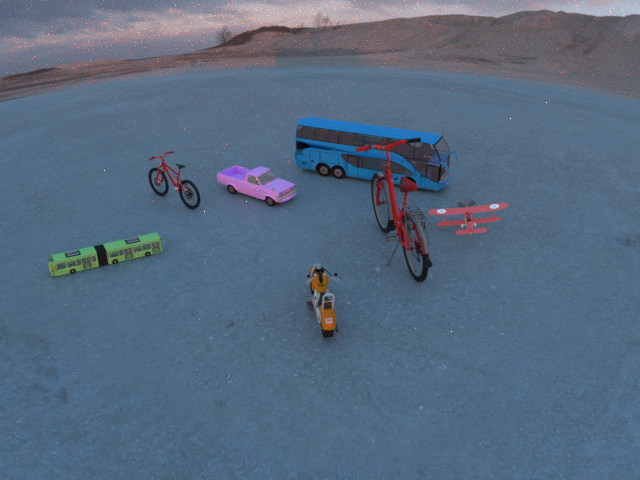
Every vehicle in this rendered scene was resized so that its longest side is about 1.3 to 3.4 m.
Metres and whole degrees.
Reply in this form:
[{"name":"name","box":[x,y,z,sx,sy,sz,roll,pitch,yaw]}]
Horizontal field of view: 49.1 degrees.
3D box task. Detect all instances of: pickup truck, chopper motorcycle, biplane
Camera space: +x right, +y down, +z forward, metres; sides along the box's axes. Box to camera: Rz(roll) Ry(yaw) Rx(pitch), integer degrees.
[{"name":"pickup truck","box":[-1.219,-1.117,13.389,1.603,0.511,0.640,19,33,32]},{"name":"chopper motorcycle","box":[0.016,0.696,9.632,0.466,0.761,1.563,-4,28,-7]},{"name":"biplane","box":[2.508,-0.333,11.887,1.336,0.504,1.090,3,28,5]}]

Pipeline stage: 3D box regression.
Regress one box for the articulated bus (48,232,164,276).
[{"name":"articulated bus","box":[-3.361,0.221,11.058,1.749,0.289,0.311,-14,31,-25]}]

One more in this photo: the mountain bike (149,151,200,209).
[{"name":"mountain bike","box":[-2.727,-1.107,12.981,1.469,0.868,0.573,22,35,36]}]

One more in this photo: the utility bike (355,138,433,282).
[{"name":"utility bike","box":[1.134,-0.571,10.900,1.039,1.839,2.791,-6,28,-11]}]

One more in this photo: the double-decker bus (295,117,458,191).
[{"name":"double-decker bus","box":[1.067,-1.719,13.959,3.251,1.052,0.756,12,30,21]}]
